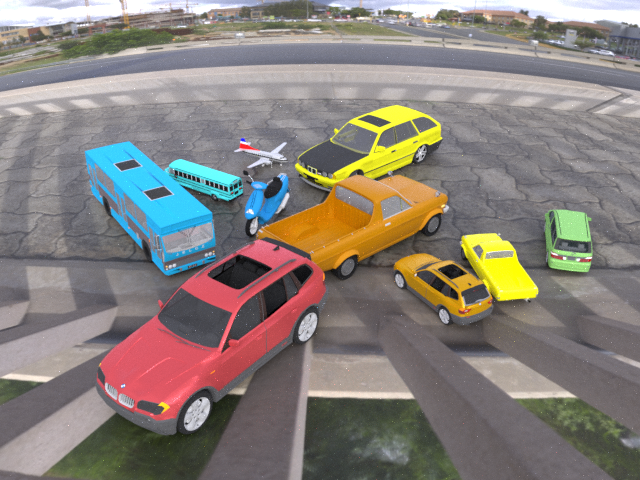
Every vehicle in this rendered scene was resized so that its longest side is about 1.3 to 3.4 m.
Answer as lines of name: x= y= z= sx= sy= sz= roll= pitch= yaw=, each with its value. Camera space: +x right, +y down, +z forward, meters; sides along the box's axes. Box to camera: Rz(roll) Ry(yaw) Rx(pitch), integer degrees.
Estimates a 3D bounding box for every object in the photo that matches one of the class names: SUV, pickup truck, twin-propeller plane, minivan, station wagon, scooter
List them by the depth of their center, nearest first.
SUV: x=-1.161 y=0.969 z=8.173 sx=1.276 sy=1.128 sz=3.058 roll=21 pitch=36 yaw=32
SUV: x=1.631 y=0.566 z=9.410 sx=0.656 sy=0.580 sz=1.572 roll=-17 pitch=34 yaw=-26
pickup truck: x=2.499 y=0.328 z=9.887 sx=0.640 sy=0.511 sz=1.603 roll=-4 pitch=30 yaw=-7
minivan: x=3.727 y=-0.103 z=10.524 sx=0.681 sy=0.616 sz=1.548 roll=7 pitch=31 yaw=12
pickup truck: x=0.571 y=-0.340 z=10.555 sx=3.117 sy=0.993 sz=1.244 roll=-24 pitch=38 yaw=-35
scooter: x=-0.850 y=-0.710 z=11.263 sx=0.662 sy=0.919 sz=1.399 roll=13 pitch=33 yaw=21
station wagon: x=0.950 y=-1.796 z=13.126 sx=3.105 sy=0.920 sz=1.327 roll=-26 pitch=39 yaw=-37
twin-propeller plane: x=-1.088 y=-1.685 z=13.445 sx=1.095 sy=0.407 sz=1.370 roll=15 pitch=33 yaw=24

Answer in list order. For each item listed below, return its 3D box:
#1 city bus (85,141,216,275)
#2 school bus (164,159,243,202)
city bus: x=-2.738 y=-0.559 z=11.029 sx=0.926 sy=0.894 sz=3.255 roll=-19 pitch=35 yaw=-29
school bus: x=-2.125 y=-1.070 z=12.363 sx=1.708 sy=0.434 sz=0.365 roll=19 pitch=35 yaw=29
